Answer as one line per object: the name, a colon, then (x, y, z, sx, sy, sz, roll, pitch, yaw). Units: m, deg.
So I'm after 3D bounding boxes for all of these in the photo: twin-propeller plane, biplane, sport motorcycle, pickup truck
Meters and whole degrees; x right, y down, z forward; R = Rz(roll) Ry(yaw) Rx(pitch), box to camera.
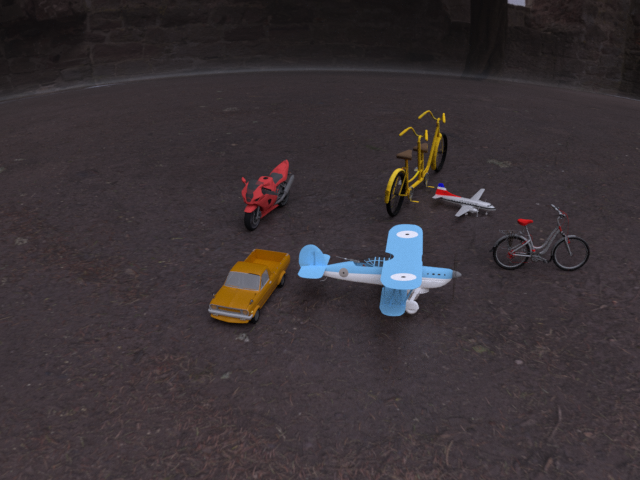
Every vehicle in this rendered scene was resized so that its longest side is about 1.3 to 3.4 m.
twin-propeller plane: (2.504, -0.703, 12.059, 1.095, 0.407, 1.370, 14, 30, 27)
biplane: (0.775, 0.397, 9.187, 2.120, 0.981, 2.598, 4, 27, 7)
sport motorcycle: (-0.881, -0.762, 11.712, 0.506, 0.821, 1.520, 11, 28, 21)
pickup truck: (-0.917, 0.548, 9.411, 0.640, 0.511, 1.603, 8, 27, 15)

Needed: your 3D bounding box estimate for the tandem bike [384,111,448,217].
tandem bike: (1.790, -1.467, 12.569, 0.550, 1.326, 3.192, 13, 29, 24)

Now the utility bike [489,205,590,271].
utility bike: (3.166, -0.017, 10.063, 1.435, 0.946, 0.535, 1, 26, 3)
